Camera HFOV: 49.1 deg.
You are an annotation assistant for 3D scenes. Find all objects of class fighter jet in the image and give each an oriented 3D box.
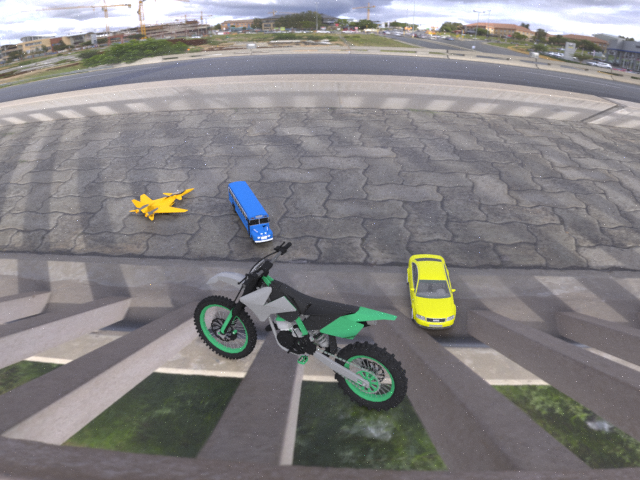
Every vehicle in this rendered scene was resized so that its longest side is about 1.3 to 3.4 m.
[{"bbox_3d":[-2.788,-0.782,12.811,1.147,0.286,1.358,19,35,30],"label":"fighter jet"}]

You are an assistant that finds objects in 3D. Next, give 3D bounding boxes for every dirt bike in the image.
[{"bbox_3d":[-0.320,1.022,8.250,2.903,1.666,1.024,14,33,23],"label":"dirt bike"}]

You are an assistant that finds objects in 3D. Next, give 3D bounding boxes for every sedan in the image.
[{"bbox_3d":[1.592,0.674,10.056,0.635,0.483,1.613,1,30,2],"label":"sedan"}]

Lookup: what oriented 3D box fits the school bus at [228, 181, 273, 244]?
[{"bbox_3d":[-1.213,-0.491,12.151,0.365,0.434,1.708,-11,31,-18],"label":"school bus"}]
